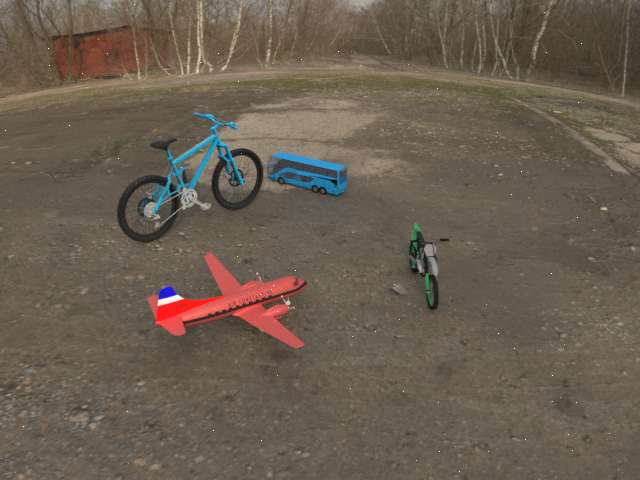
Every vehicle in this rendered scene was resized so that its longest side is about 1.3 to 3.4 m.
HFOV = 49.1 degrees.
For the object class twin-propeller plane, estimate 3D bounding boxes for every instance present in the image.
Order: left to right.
[{"bbox_3d":[-1.077,0.708,8.928,2.129,0.792,2.663,-15,31,-28],"label":"twin-propeller plane"}]

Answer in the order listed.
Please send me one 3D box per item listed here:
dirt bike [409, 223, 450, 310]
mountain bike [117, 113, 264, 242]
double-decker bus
[{"bbox_3d":[1.447,0.296,9.671,0.527,0.857,1.493,-3,27,-5],"label":"dirt bike"},{"bbox_3d":[-2.041,-1.036,11.390,2.857,1.688,1.114,-24,35,-39],"label":"mountain bike"},{"bbox_3d":[-0.277,-1.254,13.096,1.672,0.541,0.389,16,31,28],"label":"double-decker bus"}]
